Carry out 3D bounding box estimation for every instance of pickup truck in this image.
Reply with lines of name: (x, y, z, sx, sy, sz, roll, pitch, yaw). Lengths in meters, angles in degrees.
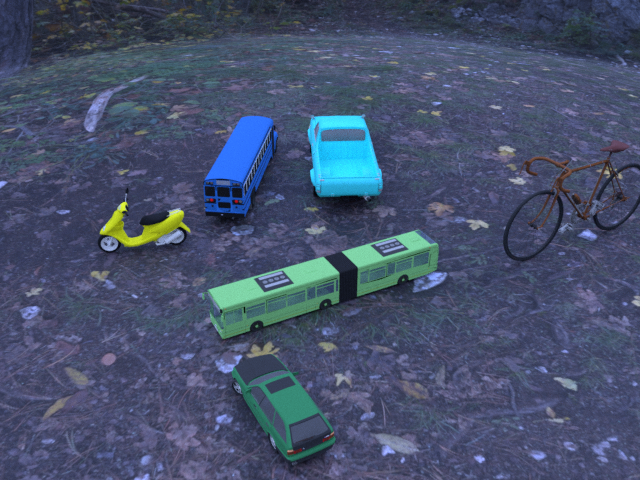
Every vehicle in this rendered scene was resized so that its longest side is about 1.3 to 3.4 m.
pickup truck: (0.416, -1.659, 12.893, 1.244, 0.993, 3.117, -1, 31, -2)

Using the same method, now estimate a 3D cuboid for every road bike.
road bike: (3.959, -0.652, 10.594, 3.004, 1.656, 0.697, -16, 35, -25)

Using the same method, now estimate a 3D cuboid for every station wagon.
station wagon: (-0.449, 1.755, 7.764, 0.682, 0.473, 1.597, -16, 35, -24)

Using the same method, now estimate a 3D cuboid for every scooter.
scooter: (-2.711, -0.269, 10.673, 1.399, 0.919, 0.662, -7, 32, -11)

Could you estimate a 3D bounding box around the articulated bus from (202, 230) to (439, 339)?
articulated bus: (0.106, 0.560, 9.650, 3.401, 0.561, 0.605, -15, 34, -24)

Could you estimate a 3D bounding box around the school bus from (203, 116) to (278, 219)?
school bus: (-1.349, -1.446, 12.686, 0.709, 0.844, 3.322, 4, 31, 6)
